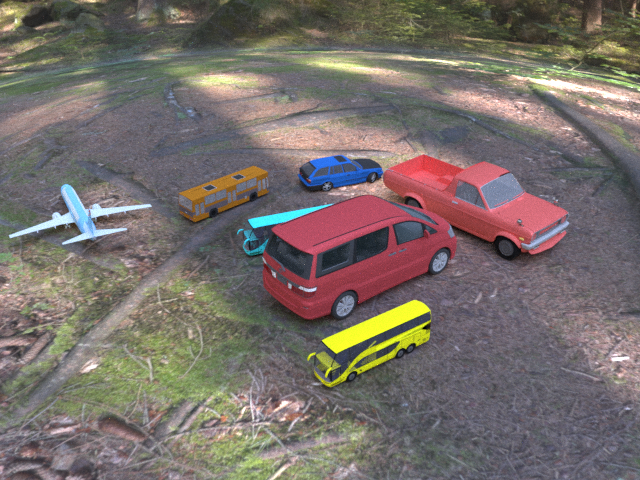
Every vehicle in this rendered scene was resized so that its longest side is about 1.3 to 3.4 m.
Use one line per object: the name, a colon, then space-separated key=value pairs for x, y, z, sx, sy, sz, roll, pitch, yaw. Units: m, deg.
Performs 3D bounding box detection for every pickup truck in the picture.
pickup truck: x=2.513 y=-0.736 z=11.594 sx=1.244 sy=0.993 sz=3.117 roll=-24 pitch=38 yaw=-36

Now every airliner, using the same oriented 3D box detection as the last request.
airliner: x=-3.996 y=-0.606 z=11.527 sx=2.257 sy=0.835 sz=2.541 roll=-15 pitch=33 yaw=-25

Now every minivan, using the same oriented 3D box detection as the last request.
minivan: x=0.658 y=0.068 z=9.981 sx=3.011 sy=1.197 sz=1.324 roll=-21 pitch=36 yaw=-32

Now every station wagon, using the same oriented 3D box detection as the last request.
station wagon: x=0.407 y=-1.316 z=13.134 sx=1.597 sy=0.473 sz=0.682 roll=-12 pitch=32 yaw=-20

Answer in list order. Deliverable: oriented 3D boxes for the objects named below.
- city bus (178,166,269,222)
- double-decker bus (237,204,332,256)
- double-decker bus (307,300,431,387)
city bus: x=-1.655 y=-0.803 z=12.251 sx=1.674 sy=0.460 sz=0.476 roll=-26 pitch=39 yaw=-37
double-decker bus: x=-0.447 y=-0.157 z=11.037 sx=1.672 sy=0.541 sz=0.389 roll=-11 pitch=32 yaw=-19
double-decker bus: x=0.642 y=1.262 z=8.552 sx=1.672 sy=0.541 sz=0.389 roll=-19 pitch=35 yaw=-30
